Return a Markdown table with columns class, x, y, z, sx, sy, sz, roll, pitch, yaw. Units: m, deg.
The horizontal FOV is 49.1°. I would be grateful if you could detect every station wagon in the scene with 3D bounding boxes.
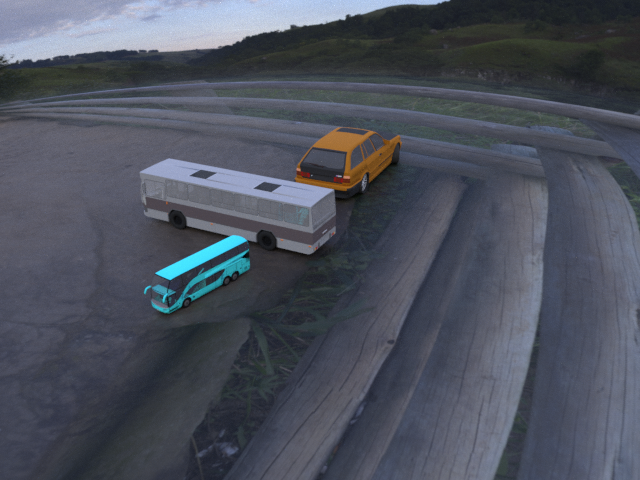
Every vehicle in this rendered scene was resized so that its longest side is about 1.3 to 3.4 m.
| class | x | y | z | sx | sy | sz | roll | pitch | yaw |
| --- | --- | --- | --- | --- | --- | --- | --- | --- | --- |
| station wagon | 0.656 | -1.725 | 13.750 | 1.327 | 0.920 | 3.105 | 11 | 28 | 22 |

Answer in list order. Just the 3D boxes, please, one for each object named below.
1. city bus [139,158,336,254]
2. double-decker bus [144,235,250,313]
| class | x | y | z | sx | sy | sz | roll | pitch | yaw |
| --- | --- | --- | --- | --- | --- | --- | --- | --- | --- |
| city bus | -1.372 | -0.552 | 11.360 | 3.255 | 0.894 | 0.926 | 13 | 29 | 24 |
| double-decker bus | -1.643 | 0.468 | 9.662 | 0.389 | 0.541 | 1.672 | 19 | 31 | 33 |
